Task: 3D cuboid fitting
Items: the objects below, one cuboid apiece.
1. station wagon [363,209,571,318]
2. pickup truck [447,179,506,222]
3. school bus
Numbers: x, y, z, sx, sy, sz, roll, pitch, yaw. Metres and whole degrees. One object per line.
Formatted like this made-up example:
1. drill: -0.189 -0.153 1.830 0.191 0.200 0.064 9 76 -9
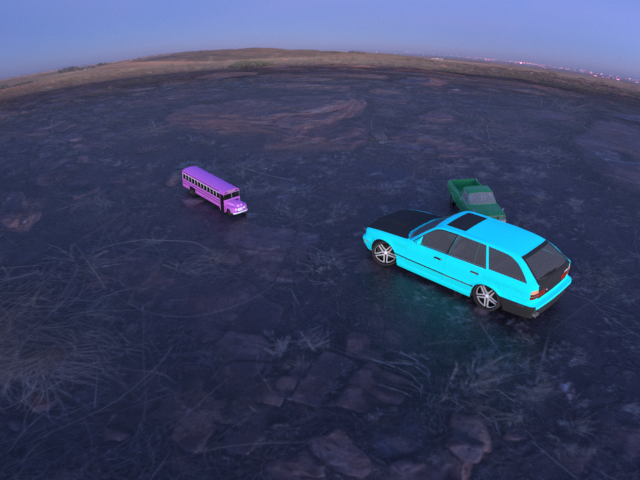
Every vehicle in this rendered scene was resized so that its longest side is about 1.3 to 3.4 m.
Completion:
1. station wagon: 2.074 0.107 10.345 3.105 0.920 1.327 24 36 38
2. pickup truck: 2.744 -0.711 12.365 0.640 0.511 1.603 -3 28 -7
3. school bus: -1.936 -0.902 12.816 0.365 0.434 1.708 -22 34 -35
